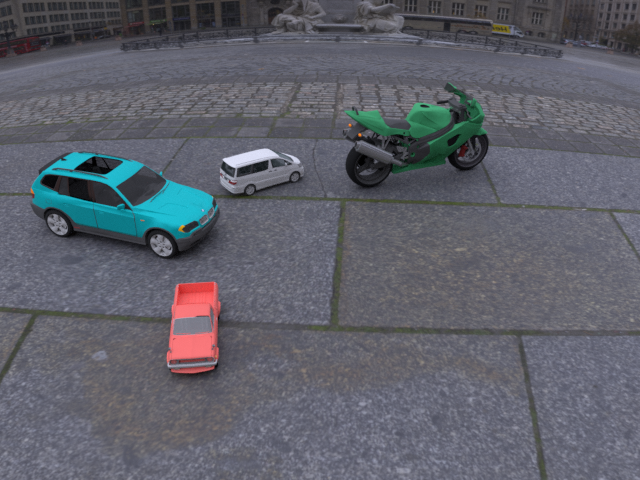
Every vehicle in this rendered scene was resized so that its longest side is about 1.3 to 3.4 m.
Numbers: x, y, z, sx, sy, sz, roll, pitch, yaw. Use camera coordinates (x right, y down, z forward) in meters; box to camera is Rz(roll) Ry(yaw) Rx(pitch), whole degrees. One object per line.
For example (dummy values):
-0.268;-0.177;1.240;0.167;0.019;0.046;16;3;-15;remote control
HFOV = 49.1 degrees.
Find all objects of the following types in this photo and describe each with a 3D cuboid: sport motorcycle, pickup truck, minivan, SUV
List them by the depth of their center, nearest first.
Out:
-1.609;1.043;8.978;0.640;0.511;1.603;-3;31;-5;pickup truck
-3.133;-0.657;11.176;3.058;1.128;1.276;10;33;17;SUV
1.800;-1.855;12.694;2.955;1.596;0.983;-11;33;-17;sport motorcycle
-1.035;-1.303;12.731;1.548;0.616;0.681;-19;36;-28;minivan
